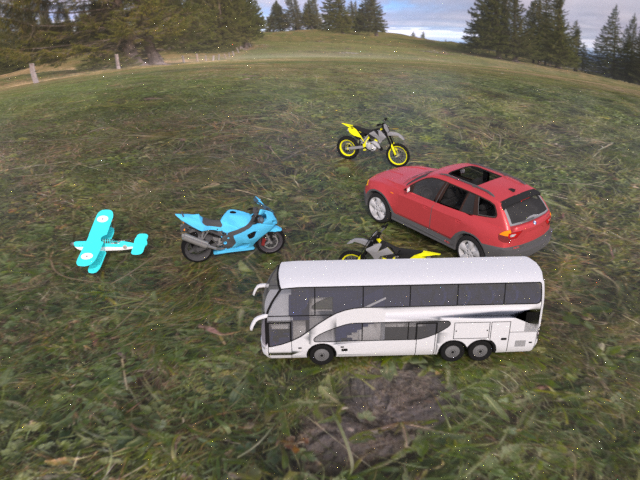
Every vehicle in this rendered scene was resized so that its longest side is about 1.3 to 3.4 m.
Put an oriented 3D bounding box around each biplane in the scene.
[{"bbox_3d":[-2.989,0.079,9.897,1.090,0.504,1.336,0,27,-1],"label":"biplane"}]

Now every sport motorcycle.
[{"bbox_3d":[-1.249,-0.115,9.926,1.520,0.821,0.506,-6,28,-12],"label":"sport motorcycle"}]

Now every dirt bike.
[{"bbox_3d":[0.912,0.293,9.100,1.493,0.857,0.527,13,30,23],"label":"dirt bike"},{"bbox_3d":[1.006,-1.864,13.263,1.493,0.857,0.527,13,30,23],"label":"dirt bike"}]

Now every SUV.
[{"bbox_3d":[1.987,-0.590,10.509,1.276,1.128,3.058,-20,33,-33],"label":"SUV"}]

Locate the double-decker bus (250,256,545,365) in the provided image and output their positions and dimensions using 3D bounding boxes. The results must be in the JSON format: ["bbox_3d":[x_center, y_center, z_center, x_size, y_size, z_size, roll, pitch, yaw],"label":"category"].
[{"bbox_3d":[0.850,0.777,7.954,3.251,1.052,0.756,-1,27,-2],"label":"double-decker bus"}]
